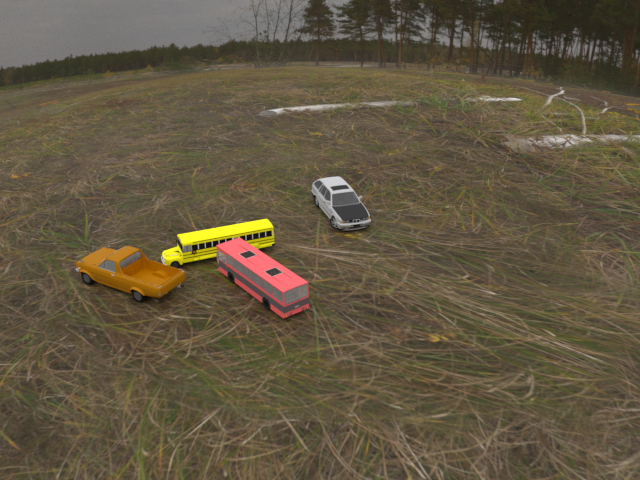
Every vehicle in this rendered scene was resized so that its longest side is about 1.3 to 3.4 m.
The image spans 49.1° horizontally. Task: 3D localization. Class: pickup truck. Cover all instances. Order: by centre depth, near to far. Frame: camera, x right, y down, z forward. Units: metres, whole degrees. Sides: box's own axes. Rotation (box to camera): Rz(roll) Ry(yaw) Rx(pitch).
[{"bbox_3d":[-2.660,0.415,9.783,1.603,0.511,0.640,14,30,26],"label":"pickup truck"}]

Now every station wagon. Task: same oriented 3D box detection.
[{"bbox_3d":[0.347,-0.667,11.955,0.682,0.473,1.597,-8,28,-16],"label":"station wagon"}]

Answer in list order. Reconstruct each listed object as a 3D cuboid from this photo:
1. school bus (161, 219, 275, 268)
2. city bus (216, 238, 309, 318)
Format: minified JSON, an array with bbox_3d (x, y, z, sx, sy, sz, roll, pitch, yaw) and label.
[{"bbox_3d":[-1.542,0.052,10.582,1.708,0.434,0.365,-11,29,-21],"label":"school bus"},{"bbox_3d":[-0.816,0.515,9.642,0.476,0.460,1.674,-20,33,-34],"label":"city bus"}]
